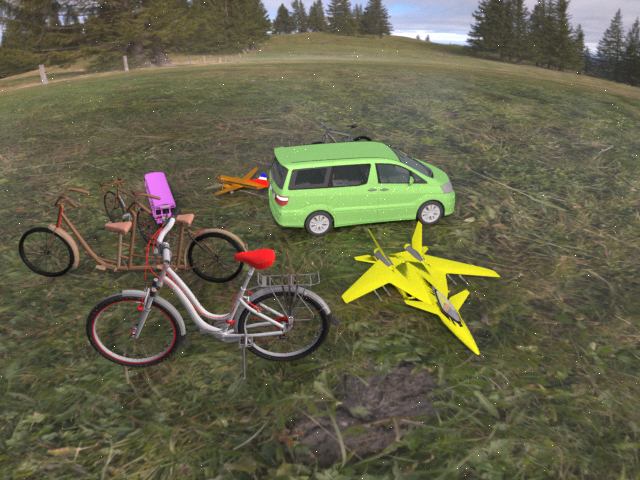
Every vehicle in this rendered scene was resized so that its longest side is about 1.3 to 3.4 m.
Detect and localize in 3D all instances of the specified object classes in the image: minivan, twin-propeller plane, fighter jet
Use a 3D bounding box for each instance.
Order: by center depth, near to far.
[{"bbox_3d":[1.428,0.583,9.073,2.229,0.557,2.640,-8,28,-15],"label":"fighter jet"},{"bbox_3d":[0.696,-0.920,11.286,3.011,1.197,1.324,-6,28,-11],"label":"minivan"},{"bbox_3d":[-1.393,-1.068,12.432,1.095,0.407,1.370,13,30,23],"label":"twin-propeller plane"}]

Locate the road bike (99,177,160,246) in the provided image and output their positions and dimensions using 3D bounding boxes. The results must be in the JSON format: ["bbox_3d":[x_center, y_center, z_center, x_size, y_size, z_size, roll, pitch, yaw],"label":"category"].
[{"bbox_3d":[-2.923,-0.455,10.762,1.545,0.852,0.358,24,36,38],"label":"road bike"}]

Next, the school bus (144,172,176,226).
[{"bbox_3d":[-2.691,-0.732,11.752,0.365,0.434,1.708,-9,29,-17],"label":"school bus"}]

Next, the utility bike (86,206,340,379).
[{"bbox_3d":[-1.166,0.676,7.496,2.791,1.839,1.039,-2,27,-4],"label":"utility bike"}]

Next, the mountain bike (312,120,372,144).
[{"bbox_3d":[0.374,-1.816,13.378,1.469,0.868,0.573,-10,29,-19],"label":"mountain bike"}]

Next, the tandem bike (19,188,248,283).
[{"bbox_3d":[-2.547,-0.030,9.423,3.192,1.326,0.550,2,27,3],"label":"tandem bike"}]
